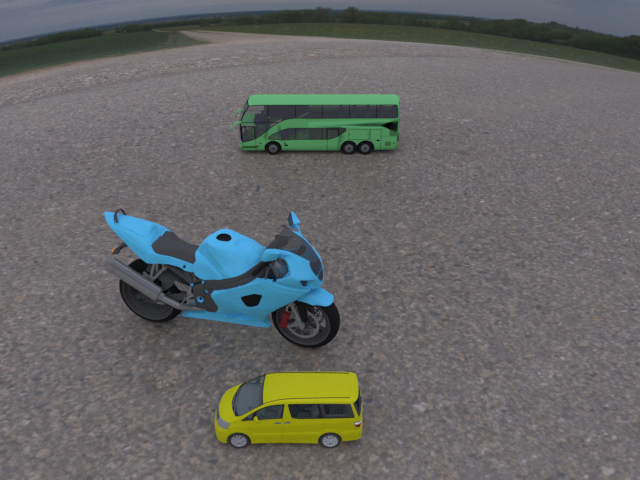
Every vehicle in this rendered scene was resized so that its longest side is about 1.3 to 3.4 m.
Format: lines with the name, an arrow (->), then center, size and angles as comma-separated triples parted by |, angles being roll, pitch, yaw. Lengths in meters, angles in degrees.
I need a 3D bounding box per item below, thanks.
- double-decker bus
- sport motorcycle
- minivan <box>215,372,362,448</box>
double-decker bus -> -0.068, -2.279, 13.688 | 3.251, 1.052, 0.756 | 0, 31, 0
sport motorcycle -> -1.186, 0.470, 8.498 | 2.955, 1.596, 0.983 | 8, 32, 13
minivan -> -0.330, 1.741, 7.309 | 1.548, 0.616, 0.681 | 0, 31, 0
